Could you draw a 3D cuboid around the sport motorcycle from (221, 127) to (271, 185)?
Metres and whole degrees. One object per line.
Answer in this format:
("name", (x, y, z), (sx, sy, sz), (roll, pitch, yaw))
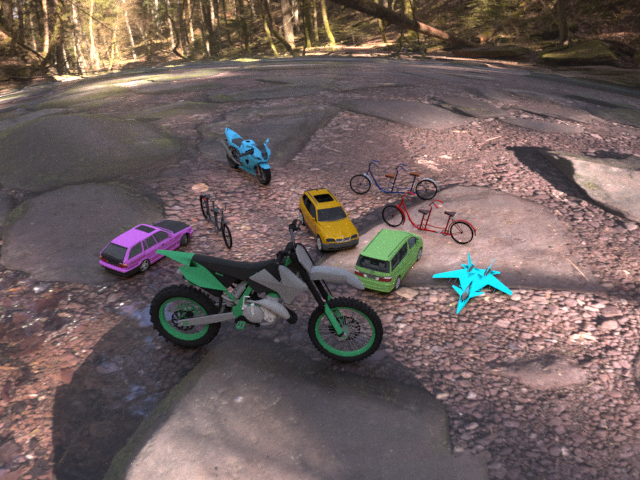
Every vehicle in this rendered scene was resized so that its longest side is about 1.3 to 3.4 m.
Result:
("sport motorcycle", (-1.404, -1.635, 13.590), (0.506, 0.821, 1.520), (-20, 34, -32))

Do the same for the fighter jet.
("fighter jet", (2.134, 0.625, 9.934), (1.147, 0.286, 1.358), (12, 31, 22))

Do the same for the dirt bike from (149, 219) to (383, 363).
("dirt bike", (-0.678, 0.683, 8.364), (2.903, 1.666, 1.024), (4, 28, 8))

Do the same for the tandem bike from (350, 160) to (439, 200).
("tandem bike", (1.350, -1.085, 12.710), (1.642, 0.682, 0.283), (6, 29, 10))

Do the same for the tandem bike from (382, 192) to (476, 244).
("tandem bike", (1.756, -0.376, 11.384), (1.642, 0.682, 0.283), (15, 32, 26))

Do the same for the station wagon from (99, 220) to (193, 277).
("station wagon", (-2.661, 0.019, 10.868), (0.682, 0.473, 1.597), (16, 32, 27))

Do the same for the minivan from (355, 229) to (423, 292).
("minivan", (1.052, 0.197, 10.385), (0.681, 0.616, 1.548), (13, 31, 23))

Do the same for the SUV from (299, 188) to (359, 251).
("SUV", (0.117, -0.363, 11.468), (0.656, 0.580, 1.572), (-9, 29, -16))

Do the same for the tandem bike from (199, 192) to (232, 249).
("tandem bike", (-1.731, -0.440, 11.504), (0.283, 0.682, 1.642), (-13, 31, -22))
